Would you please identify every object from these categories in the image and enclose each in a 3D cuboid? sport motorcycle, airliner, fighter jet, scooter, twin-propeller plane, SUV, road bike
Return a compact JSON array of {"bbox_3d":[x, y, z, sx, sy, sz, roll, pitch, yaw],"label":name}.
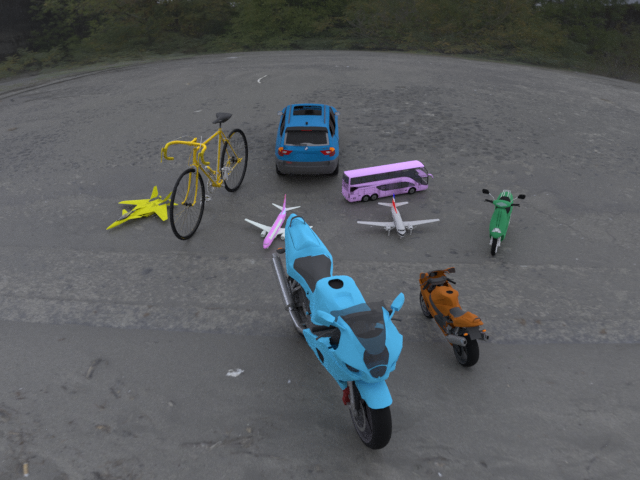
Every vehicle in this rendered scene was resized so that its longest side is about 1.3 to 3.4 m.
[{"bbox_3d":[0.153,0.962,8.053,0.983,1.596,2.955,-10,31,-17],"label":"sport motorcycle"},{"bbox_3d":[-0.722,-0.293,11.429,1.161,0.429,1.307,7,30,11],"label":"airliner"},{"bbox_3d":[-3.129,-0.522,11.975,1.147,0.286,1.358,19,35,30],"label":"fighter jet"},{"bbox_3d":[2.893,-0.421,11.160,0.662,0.919,1.399,10,31,17],"label":"scooter"},{"bbox_3d":[1.632,0.931,8.889,0.506,0.821,1.520,-9,31,-15],"label":"sport motorcycle"},{"bbox_3d":[1.287,-0.388,11.618,1.370,0.407,1.095,-2,30,-3],"label":"twin-propeller plane"},{"bbox_3d":[-0.233,-2.217,14.097,1.276,1.128,3.058,0,30,0],"label":"SUV"},{"bbox_3d":[-1.825,-1.218,11.812,0.697,1.656,3.004,9,31,15],"label":"road bike"}]

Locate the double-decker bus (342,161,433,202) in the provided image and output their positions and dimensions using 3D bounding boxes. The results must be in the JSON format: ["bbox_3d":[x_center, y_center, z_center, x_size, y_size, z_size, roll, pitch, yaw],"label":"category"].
[{"bbox_3d":[1.217,-1.070,12.677,1.672,0.541,0.389,-10,31,-18],"label":"double-decker bus"}]
